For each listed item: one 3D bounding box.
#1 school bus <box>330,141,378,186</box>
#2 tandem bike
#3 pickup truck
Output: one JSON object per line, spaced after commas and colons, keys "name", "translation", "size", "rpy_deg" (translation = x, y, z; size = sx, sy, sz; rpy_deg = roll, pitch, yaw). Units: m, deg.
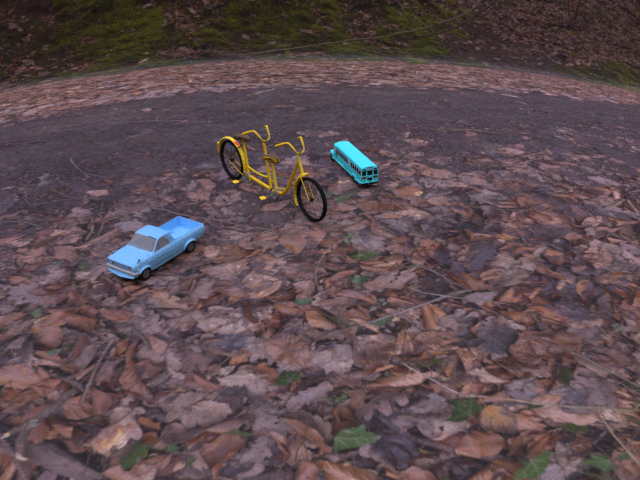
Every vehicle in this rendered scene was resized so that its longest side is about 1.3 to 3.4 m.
{"name": "school bus", "translation": [0.626, -1.517, 13.536], "size": [0.365, 0.434, 1.708], "rpy_deg": [-10, 30, -18]}
{"name": "tandem bike", "translation": [-0.918, -1.340, 12.263], "size": [0.550, 1.326, 3.192], "rpy_deg": [-22, 35, -35]}
{"name": "pickup truck", "translation": [-2.443, 0.053, 10.529], "size": [0.640, 0.511, 1.603], "rpy_deg": [16, 32, 28]}
